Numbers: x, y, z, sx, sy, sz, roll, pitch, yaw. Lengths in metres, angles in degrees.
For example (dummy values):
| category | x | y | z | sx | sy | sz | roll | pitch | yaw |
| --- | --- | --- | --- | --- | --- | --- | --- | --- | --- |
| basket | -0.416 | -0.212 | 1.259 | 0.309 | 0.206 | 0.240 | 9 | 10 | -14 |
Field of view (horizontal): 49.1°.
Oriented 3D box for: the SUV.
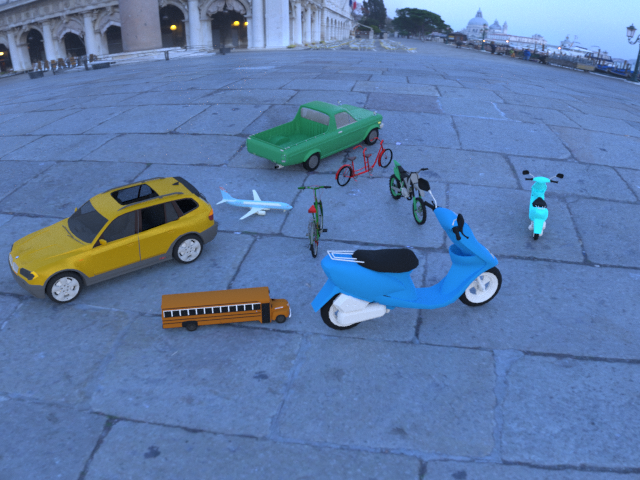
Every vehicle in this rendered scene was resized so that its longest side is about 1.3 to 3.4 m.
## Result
| category | x | y | z | sx | sy | sz | roll | pitch | yaw |
| --- | --- | --- | --- | --- | --- | --- | --- | --- | --- |
| SUV | -3.057 | -0.116 | 10.483 | 3.058 | 1.128 | 1.276 | -19 | 34 | -30 |

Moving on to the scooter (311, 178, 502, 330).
| category | x | y | z | sx | sy | sz | roll | pitch | yaw |
| --- | --- | --- | --- | --- | --- | --- | --- | --- | --- |
| scooter | 1.213 | 0.276 | 9.120 | 2.721 | 1.786 | 1.288 | -8 | 30 | -14 |

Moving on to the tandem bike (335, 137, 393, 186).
| category | x | y | z | sx | sy | sz | roll | pitch | yaw |
| --- | --- | --- | --- | --- | --- | --- | --- | --- | --- |
| tandem bike | 0.868 | -1.527 | 13.437 | 0.283 | 0.682 | 1.642 | 26 | 39 | 38 |

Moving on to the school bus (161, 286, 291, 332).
| category | x | y | z | sx | sy | sz | roll | pitch | yaw |
| --- | --- | --- | --- | --- | --- | --- | --- | --- | --- |
| school bus | -1.247 | 0.909 | 9.374 | 1.708 | 0.434 | 0.365 | -4 | 30 | -7 |

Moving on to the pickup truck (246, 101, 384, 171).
| category | x | y | z | sx | sy | sz | roll | pitch | yaw |
| --- | --- | --- | --- | --- | --- | --- | --- | --- | --- |
| pickup truck | -0.041 | -2.260 | 14.418 | 1.244 | 0.993 | 3.117 | 25 | 38 | 36 |

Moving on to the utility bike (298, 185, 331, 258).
| category | x | y | z | sx | sy | sz | roll | pitch | yaw |
| --- | --- | --- | --- | --- | --- | --- | --- | --- | --- |
| utility bike | -0.105 | -0.363 | 11.107 | 0.535 | 0.946 | 1.435 | 3 | 30 | 5 |

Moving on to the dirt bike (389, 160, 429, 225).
| category | x | y | z | sx | sy | sz | roll | pitch | yaw |
| --- | --- | --- | --- | --- | --- | --- | --- | --- | --- |
| dirt bike | 1.530 | -0.891 | 12.133 | 0.527 | 0.857 | 1.493 | -9 | 31 | -15 |

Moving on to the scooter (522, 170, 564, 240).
| category | x | y | z | sx | sy | sz | roll | pitch | yaw |
| --- | --- | --- | --- | --- | --- | --- | --- | --- | --- |
| scooter | 3.642 | -0.645 | 11.634 | 0.662 | 0.919 | 1.399 | 7 | 30 | 12 |

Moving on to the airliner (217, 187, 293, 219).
| category | x | y | z | sx | sy | sz | roll | pitch | yaw |
| --- | --- | --- | --- | --- | --- | --- | --- | --- | --- |
| airliner | -1.128 | -0.708 | 12.243 | 1.307 | 0.429 | 1.161 | 3 | 30 | 6 |
